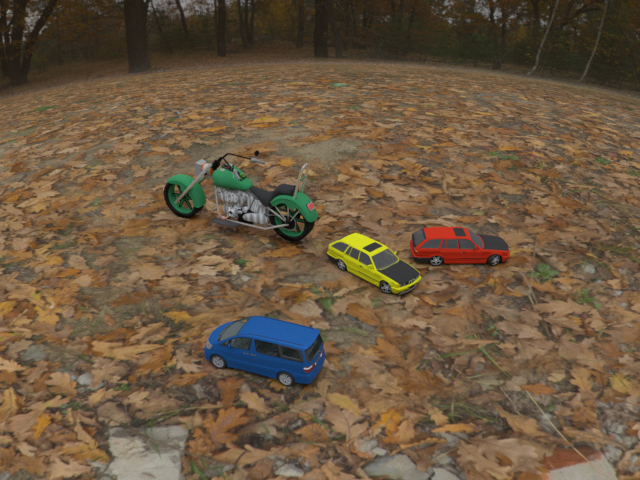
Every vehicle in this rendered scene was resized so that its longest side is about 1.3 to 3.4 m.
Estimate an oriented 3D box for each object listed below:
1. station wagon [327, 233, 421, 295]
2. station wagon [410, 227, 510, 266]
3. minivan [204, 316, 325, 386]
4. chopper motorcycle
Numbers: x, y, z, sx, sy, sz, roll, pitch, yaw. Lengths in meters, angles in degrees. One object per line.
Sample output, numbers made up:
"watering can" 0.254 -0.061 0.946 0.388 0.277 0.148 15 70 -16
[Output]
"station wagon" 0.838 0.324 10.912 0.682 0.473 1.597 -24 36 -37
"station wagon" 2.279 0.075 11.374 1.597 0.473 0.682 0 28 0
"minivan" -0.725 1.338 8.885 1.548 0.616 0.681 11 30 19
"chopper motorcycle" -1.434 -0.858 12.042 3.040 1.480 0.906 14 31 24
